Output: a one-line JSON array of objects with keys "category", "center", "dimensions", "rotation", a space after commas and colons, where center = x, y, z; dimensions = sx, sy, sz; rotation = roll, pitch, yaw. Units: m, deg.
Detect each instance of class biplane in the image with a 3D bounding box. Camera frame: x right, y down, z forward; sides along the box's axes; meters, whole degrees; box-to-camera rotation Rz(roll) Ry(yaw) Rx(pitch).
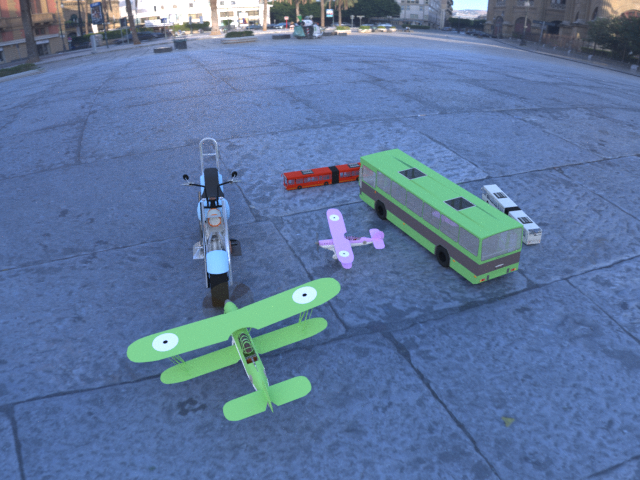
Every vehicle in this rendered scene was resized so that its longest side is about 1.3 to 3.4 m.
[{"category": "biplane", "center": [-0.884, 1.319, 8.192], "dimensions": [2.598, 0.981, 2.120], "rotation": [-10, 32, -17]}, {"category": "biplane", "center": [0.461, 0.033, 10.856], "dimensions": [1.090, 0.504, 1.336], "rotation": [-4, 31, -7]}]

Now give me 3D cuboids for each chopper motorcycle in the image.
[{"category": "chopper motorcycle", "center": [-1.597, -0.340, 10.528], "dimensions": [0.906, 1.480, 3.040], "rotation": [-5, 31, -8]}]

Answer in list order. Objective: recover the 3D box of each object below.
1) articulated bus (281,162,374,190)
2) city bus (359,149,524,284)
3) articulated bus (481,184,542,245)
[{"category": "articulated bus", "center": [0.156, -1.215, 13.199], "dimensions": [1.749, 0.289, 0.311], "rotation": [-10, 32, -16]}, {"category": "city bus", "center": [1.809, -0.443, 11.284], "dimensions": [0.926, 0.894, 3.255], "rotation": [-16, 34, -25]}, {"category": "articulated bus", "center": [3.232, -0.460, 11.911], "dimensions": [0.311, 0.289, 1.749], "rotation": [-7, 31, -11]}]
